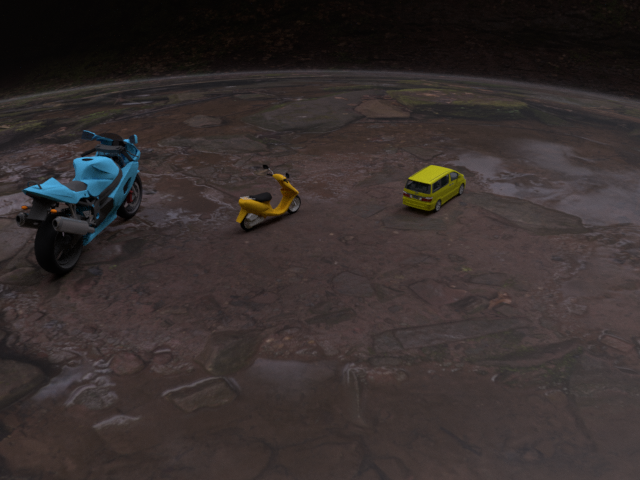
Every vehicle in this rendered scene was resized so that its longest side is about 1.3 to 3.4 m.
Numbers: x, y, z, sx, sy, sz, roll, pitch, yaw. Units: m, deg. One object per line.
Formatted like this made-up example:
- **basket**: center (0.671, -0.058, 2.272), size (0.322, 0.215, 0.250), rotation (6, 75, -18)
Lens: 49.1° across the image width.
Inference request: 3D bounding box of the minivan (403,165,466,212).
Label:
- **minivan**: center (2.106, -1.011, 12.702), size (0.681, 0.616, 1.548), rotation (18, 31, 32)

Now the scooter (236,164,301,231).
- **scooter**: center (-0.846, -0.726, 11.788), size (1.399, 0.919, 0.662), rotation (-24, 35, -39)

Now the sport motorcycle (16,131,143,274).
- **sport motorcycle**: center (-3.573, -0.678, 10.930), size (0.983, 1.596, 2.955), rotation (6, 27, 13)
